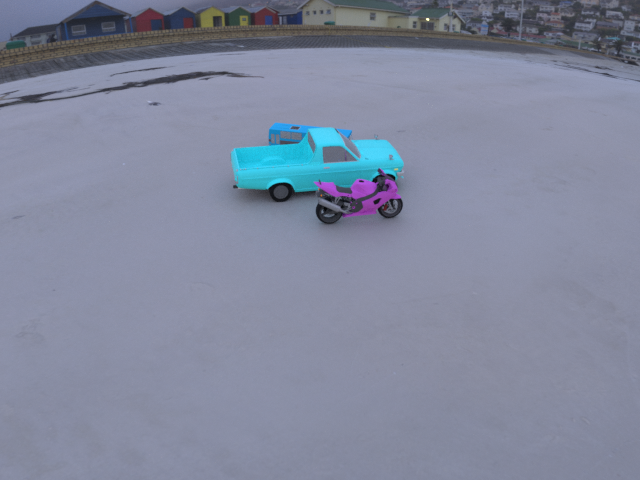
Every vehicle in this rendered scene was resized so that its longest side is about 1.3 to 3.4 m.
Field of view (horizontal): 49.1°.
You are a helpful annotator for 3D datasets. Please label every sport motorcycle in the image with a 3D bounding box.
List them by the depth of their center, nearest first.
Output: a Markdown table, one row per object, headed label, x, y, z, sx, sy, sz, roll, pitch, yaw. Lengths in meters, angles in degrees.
| label | x | y | z | sx | sy | sz | roll | pitch | yaw |
| --- | --- | --- | --- | --- | --- | --- | --- | --- | --- |
| sport motorcycle | 0.645 | -0.689 | 11.555 | 1.520 | 0.821 | 0.506 | -5 | 30 | -9 |

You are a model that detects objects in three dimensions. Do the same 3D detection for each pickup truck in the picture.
| label | x | y | z | sx | sy | sz | roll | pitch | yaw |
| --- | --- | --- | --- | --- | --- | --- | --- | --- | --- |
| pickup truck | -0.056 | -1.447 | 12.715 | 3.117 | 0.993 | 1.244 | -5 | 30 | -9 |

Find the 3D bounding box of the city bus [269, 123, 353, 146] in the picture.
| label | x | y | z | sx | sy | sz | roll | pitch | yaw |
| --- | --- | --- | --- | --- | --- | --- | --- | --- | --- |
| city bus | -0.195 | -2.040 | 14.298 | 1.674 | 0.460 | 0.476 | 8 | 31 | 14 |
